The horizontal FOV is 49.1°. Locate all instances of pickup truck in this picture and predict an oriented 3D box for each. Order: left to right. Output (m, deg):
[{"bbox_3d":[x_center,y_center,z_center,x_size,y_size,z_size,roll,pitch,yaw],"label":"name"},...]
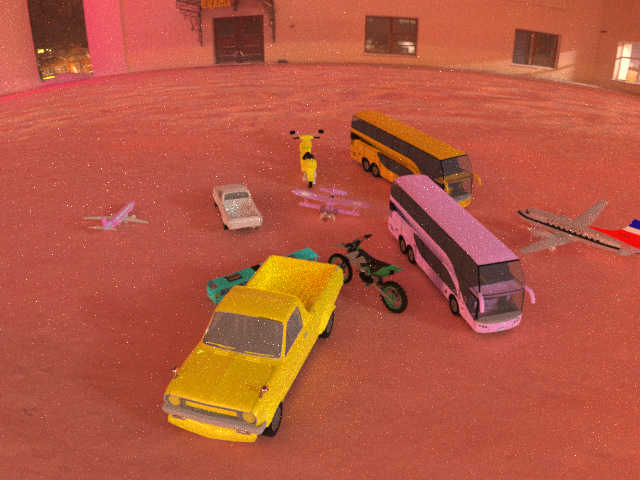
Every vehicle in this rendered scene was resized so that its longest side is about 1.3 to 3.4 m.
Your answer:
[{"bbox_3d":[-1.440,-0.625,12.044,0.640,0.511,1.603,-8,29,-15],"label":"pickup truck"},{"bbox_3d":[-0.662,1.055,8.332,1.244,0.993,3.117,9,29,16],"label":"pickup truck"}]

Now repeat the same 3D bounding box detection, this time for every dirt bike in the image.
[{"bbox_3d":[0.638,0.425,9.675,0.527,0.857,1.493,-24,36,-37],"label":"dirt bike"}]

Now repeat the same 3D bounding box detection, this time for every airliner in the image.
[{"bbox_3d":[-3.414,-0.482,11.859,1.161,0.429,1.307,4,28,8],"label":"airliner"}]

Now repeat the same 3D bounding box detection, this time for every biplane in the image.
[{"bbox_3d":[0.212,-0.656,12.110,1.336,0.504,1.090,3,28,5],"label":"biplane"}]

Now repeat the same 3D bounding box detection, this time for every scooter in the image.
[{"bbox_3d":[-0.239,-1.630,13.517,0.662,0.919,1.399,-3,28,-5],"label":"scooter"}]

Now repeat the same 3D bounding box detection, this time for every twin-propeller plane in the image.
[{"bbox_3d":[4.050,-0.236,11.002,2.663,0.792,2.129,-24,36,-38],"label":"twin-propeller plane"}]

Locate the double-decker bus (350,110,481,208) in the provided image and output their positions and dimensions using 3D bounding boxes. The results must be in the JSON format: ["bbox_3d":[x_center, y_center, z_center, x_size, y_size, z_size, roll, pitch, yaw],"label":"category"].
[{"bbox_3d":[1.661,-1.519,13.163,0.756,1.052,3.251,-15,31,-26],"label":"double-decker bus"}]

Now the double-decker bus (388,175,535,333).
[{"bbox_3d":[1.868,0.121,10.044,0.756,1.052,3.251,-8,29,-15],"label":"double-decker bus"}]

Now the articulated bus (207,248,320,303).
[{"bbox_3d":[-0.799,0.502,10.140,1.749,0.289,0.311,-18,33,-31],"label":"articulated bus"}]
